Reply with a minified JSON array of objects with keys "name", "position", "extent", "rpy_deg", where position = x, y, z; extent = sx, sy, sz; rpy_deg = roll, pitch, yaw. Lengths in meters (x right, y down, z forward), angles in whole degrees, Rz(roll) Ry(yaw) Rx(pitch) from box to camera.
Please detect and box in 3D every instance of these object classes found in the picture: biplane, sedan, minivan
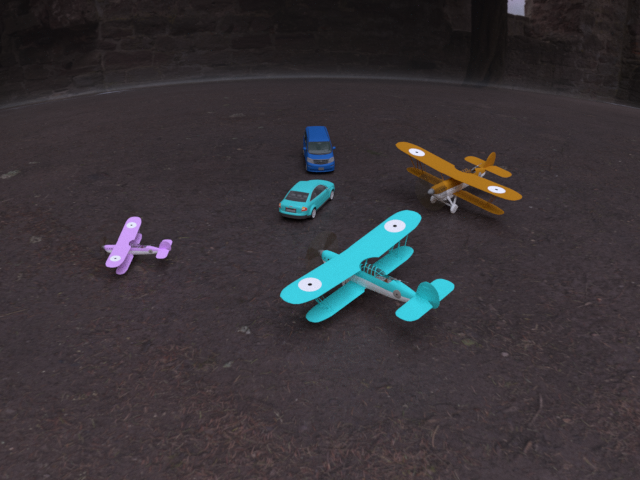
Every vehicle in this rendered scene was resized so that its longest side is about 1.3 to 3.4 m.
[{"name":"biplane","position":[-2.821,0.148,10.720],"extent":[1.090,0.504,1.336],"rpy_deg":[1,26,2]},{"name":"biplane","position":[2.631,-1.097,12.751],"extent":[2.598,0.981,2.120],"rpy_deg":[23,34,39]},{"name":"biplane","position":[0.704,0.530,9.381],"extent":[2.120,0.981,2.598],"rpy_deg":[23,34,39]},{"name":"sedan","position":[-0.216,-0.824,12.756],"extent":[0.635,0.483,1.613],"rpy_deg":[10,27,19]},{"name":"minivan","position":[-0.037,-1.931,14.897],"extent":[0.681,0.616,1.548],"rpy_deg":[-2,26,-4]}]
